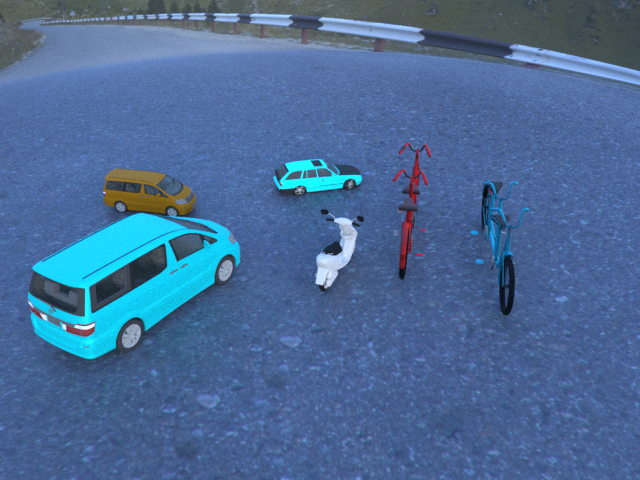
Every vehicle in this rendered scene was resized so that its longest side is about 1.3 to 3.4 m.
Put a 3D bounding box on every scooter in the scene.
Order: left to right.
[{"bbox_3d":[0.256,0.086,10.081,0.662,0.919,1.399,12,31,20],"label":"scooter"}]

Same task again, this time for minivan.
[{"bbox_3d":[-2.337,0.351,9.326,1.324,1.197,3.011,17,34,28],"label":"minivan"},{"bbox_3d":[-2.915,-0.824,12.009,1.548,0.616,0.681,6,30,11],"label":"minivan"}]

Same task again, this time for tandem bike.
[{"bbox_3d":[1.414,-0.603,10.892,0.550,1.326,3.192,5,30,9],"label":"tandem bike"},{"bbox_3d":[2.596,-0.210,10.193,0.550,1.326,3.192,3,29,5],"label":"tandem bike"}]

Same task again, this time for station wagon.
[{"bbox_3d":[-0.027,-1.197,12.818,1.597,0.473,0.682,-7,30,-13],"label":"station wagon"}]
